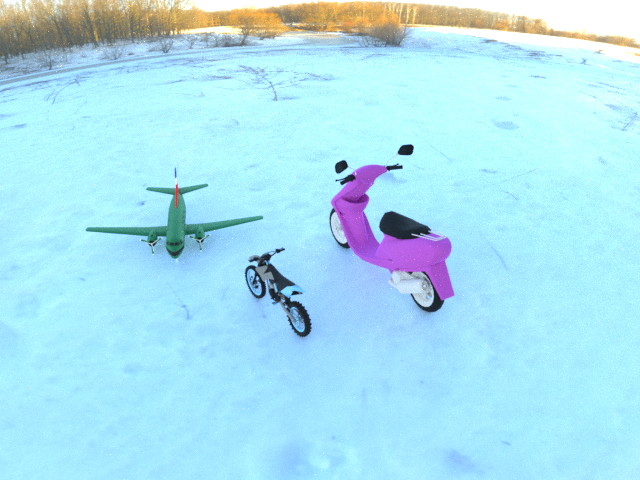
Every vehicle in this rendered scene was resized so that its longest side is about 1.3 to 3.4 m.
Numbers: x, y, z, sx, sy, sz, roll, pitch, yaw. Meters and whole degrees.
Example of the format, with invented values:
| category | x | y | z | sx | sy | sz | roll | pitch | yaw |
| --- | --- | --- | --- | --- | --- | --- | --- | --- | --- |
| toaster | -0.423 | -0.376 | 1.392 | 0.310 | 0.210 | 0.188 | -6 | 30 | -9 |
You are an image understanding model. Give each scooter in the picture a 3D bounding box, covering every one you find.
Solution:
| category | x | y | z | sx | sy | sz | roll | pitch | yaw |
| --- | --- | --- | --- | --- | --- | --- | --- | --- | --- |
| scooter | 0.898 | -0.255 | 9.541 | 1.288 | 1.786 | 2.721 | -17 | 34 | -27 |

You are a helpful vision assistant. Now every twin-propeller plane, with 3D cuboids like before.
| category | x | y | z | sx | sy | sz | roll | pitch | yaw |
| --- | --- | --- | --- | --- | --- | --- | --- | --- | --- |
| twin-propeller plane | -2.221 | -0.399 | 10.793 | 2.663 | 0.792 | 2.129 | -4 | 30 | -7 |

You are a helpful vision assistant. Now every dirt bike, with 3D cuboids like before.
| category | x | y | z | sx | sy | sz | roll | pitch | yaw |
| --- | --- | --- | --- | --- | --- | --- | --- | --- | --- |
| dirt bike | -0.573 | 0.608 | 8.967 | 0.527 | 0.857 | 1.493 | -20 | 35 | -31 |
